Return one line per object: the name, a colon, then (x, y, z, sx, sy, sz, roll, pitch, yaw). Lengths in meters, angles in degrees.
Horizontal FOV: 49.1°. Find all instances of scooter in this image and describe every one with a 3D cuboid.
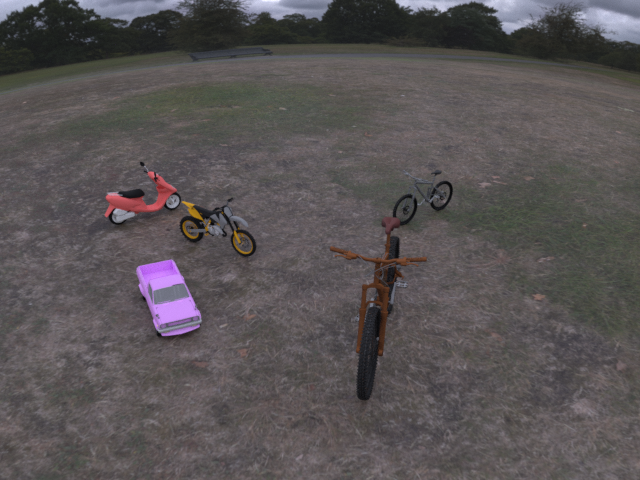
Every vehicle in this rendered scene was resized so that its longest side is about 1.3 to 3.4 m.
scooter: (-3.099, -0.812, 12.214, 1.399, 0.919, 0.662, -19, 34, -30)

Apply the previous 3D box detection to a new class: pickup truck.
pickup truck: (-2.147, 0.743, 9.826, 0.640, 0.511, 1.603, -12, 31, -20)

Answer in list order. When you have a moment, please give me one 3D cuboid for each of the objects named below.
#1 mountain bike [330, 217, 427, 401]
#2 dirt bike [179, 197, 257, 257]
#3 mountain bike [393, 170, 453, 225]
mountain bike: (0.771, 0.641, 8.794, 1.114, 1.688, 2.857, 6, 30, 11)
dirt bike: (-1.662, -0.237, 11.240, 1.493, 0.857, 0.527, 15, 32, 25)
mountain bike: (1.822, -0.796, 12.238, 1.469, 0.868, 0.573, -21, 35, -33)
